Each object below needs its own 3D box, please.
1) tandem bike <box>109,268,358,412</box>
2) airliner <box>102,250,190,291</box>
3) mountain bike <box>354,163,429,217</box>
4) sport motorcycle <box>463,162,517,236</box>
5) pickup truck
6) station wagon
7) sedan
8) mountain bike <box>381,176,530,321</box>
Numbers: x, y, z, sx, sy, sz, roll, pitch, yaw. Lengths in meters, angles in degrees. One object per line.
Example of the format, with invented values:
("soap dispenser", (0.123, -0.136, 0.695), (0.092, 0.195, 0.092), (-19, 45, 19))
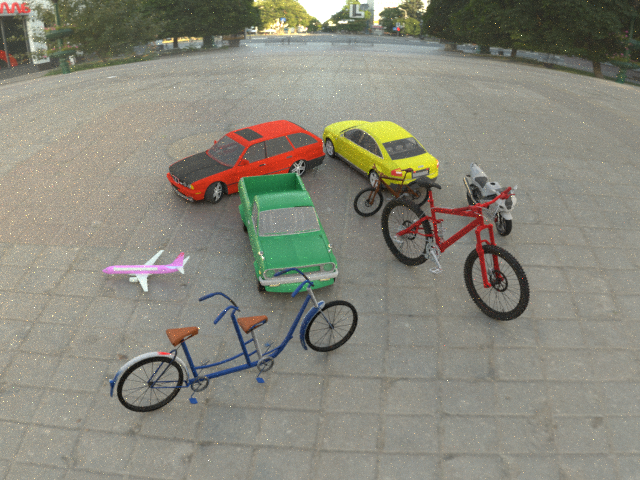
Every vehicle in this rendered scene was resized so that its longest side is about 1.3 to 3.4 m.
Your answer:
("tandem bike", (-0.929, 1.152, 8.335), (3.192, 1.326, 0.550), (-15, 33, -23))
("airliner", (-2.659, 0.369, 10.584), (1.307, 0.429, 1.161), (0, 30, 0))
("mountain bike", (1.277, -0.873, 12.295), (1.469, 0.868, 0.573), (-10, 32, -17))
("sport motorcycle", (2.923, -0.708, 12.057), (0.506, 0.821, 1.520), (-8, 31, -13))
("pickup truck", (-0.592, -0.297, 11.173), (1.244, 0.993, 3.117), (-6, 31, -10))
("station wagon", (-1.416, -1.600, 13.501), (3.105, 0.920, 1.327), (-20, 36, -31))
("sedan", (1.126, -1.874, 13.956), (1.235, 0.940, 3.137), (-15, 33, -24))
("mountain bike", (1.857, -0.026, 10.011), (1.114, 1.688, 2.857), (-21, 36, -31))
